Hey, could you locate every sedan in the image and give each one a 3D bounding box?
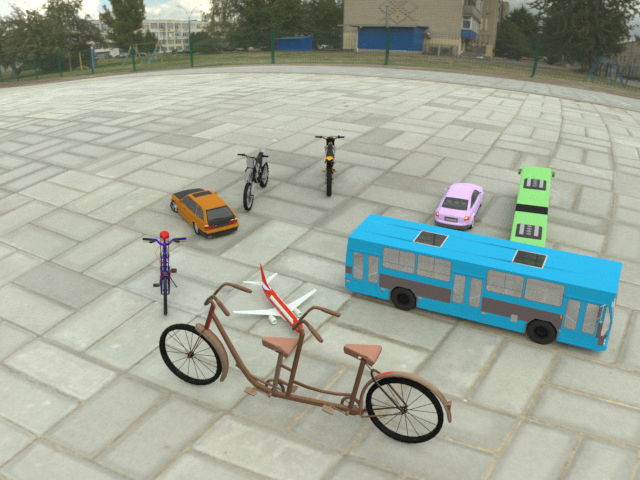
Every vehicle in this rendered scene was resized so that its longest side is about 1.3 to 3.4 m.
[{"bbox_3d":[2.299,-0.641,11.450,0.635,0.483,1.613,10,29,19],"label":"sedan"}]

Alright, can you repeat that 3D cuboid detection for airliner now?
[{"bbox_3d":[-0.497,0.749,8.790,1.161,0.429,1.307,-13,30,-24],"label":"airliner"}]

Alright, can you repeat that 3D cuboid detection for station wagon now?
[{"bbox_3d":[-1.892,-0.541,11.265,0.682,0.473,1.597,-15,31,-27],"label":"station wagon"}]

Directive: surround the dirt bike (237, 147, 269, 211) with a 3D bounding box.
[{"bbox_3d":[-1.089,-1.116,11.970,0.527,0.857,1.493,5,27,9],"label":"dirt bike"}]

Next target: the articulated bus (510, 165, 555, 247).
[{"bbox_3d":[3.227,-0.319,10.735,0.605,0.561,3.401,8,28,16],"label":"articulated bus"}]

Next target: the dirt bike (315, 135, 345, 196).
[{"bbox_3d":[0.170,-1.402,12.530,0.527,0.857,1.493,1,27,2],"label":"dirt bike"}]

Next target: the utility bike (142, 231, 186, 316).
[{"bbox_3d":[-1.980,0.295,9.110,0.535,0.946,1.435,-5,28,-10],"label":"utility bike"}]

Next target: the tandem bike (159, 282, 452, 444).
[{"bbox_3d":[-0.257,1.193,6.935,3.192,1.326,0.550,10,29,19],"label":"tandem bike"}]

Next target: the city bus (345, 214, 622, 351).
[{"bbox_3d":[1.958,0.505,8.757,3.255,0.894,0.926,12,30,23],"label":"city bus"}]
